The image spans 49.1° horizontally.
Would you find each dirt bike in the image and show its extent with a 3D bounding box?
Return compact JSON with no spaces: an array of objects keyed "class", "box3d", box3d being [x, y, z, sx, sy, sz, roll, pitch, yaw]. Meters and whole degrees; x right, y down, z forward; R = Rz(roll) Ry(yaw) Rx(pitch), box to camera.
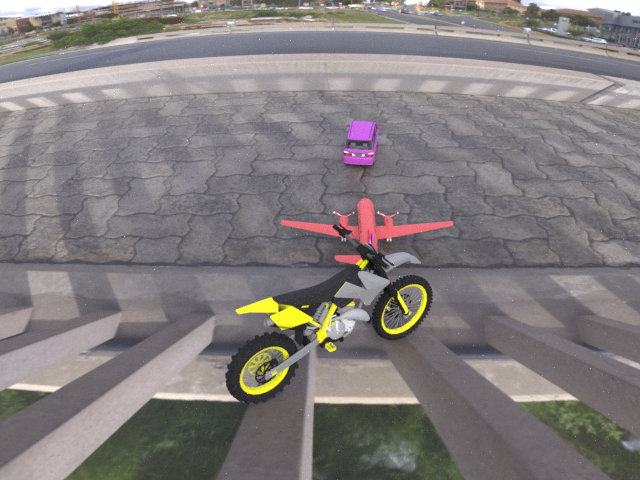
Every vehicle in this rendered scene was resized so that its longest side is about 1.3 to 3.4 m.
[{"class":"dirt bike","box3d":[0.193,0.823,8.124,2.903,1.666,1.024,-19,37,-27]}]

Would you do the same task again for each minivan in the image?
[{"class":"minivan","box3d":[0.811,-1.967,13.570,0.681,0.616,1.548,4,32,7]}]

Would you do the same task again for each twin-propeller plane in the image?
[{"class":"twin-propeller plane","box3d":[0.724,-0.216,10.607,2.663,0.792,2.129,0,32,1]}]
